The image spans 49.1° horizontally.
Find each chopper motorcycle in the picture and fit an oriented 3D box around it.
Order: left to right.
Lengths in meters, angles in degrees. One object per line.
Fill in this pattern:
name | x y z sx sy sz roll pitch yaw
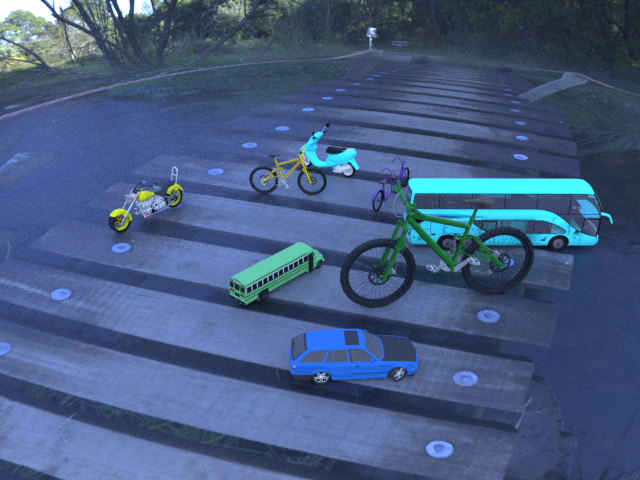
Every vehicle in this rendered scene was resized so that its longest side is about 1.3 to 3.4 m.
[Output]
chopper motorcycle | -3.032 -0.710 12.223 0.466 0.761 1.563 21 35 34

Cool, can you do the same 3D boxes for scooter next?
scooter | 0.154 -1.788 14.023 1.399 0.919 0.662 16 33 27

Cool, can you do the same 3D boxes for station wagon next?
station wagon | 0.421 1.396 8.682 1.597 0.473 0.682 -2 29 -3

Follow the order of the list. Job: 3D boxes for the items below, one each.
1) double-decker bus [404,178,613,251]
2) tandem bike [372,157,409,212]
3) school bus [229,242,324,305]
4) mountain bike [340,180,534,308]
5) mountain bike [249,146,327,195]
double-decker bus | 3.014 -0.440 11.427 3.251 1.052 0.756 0 29 0
tandem bike | 1.327 -1.073 12.966 0.283 0.682 1.642 15 32 26
school bus | -0.604 0.451 10.445 0.365 0.434 1.708 24 37 36
mountain bike | 1.679 0.119 9.748 2.857 1.688 1.114 -5 29 -10
mountain bike | -0.603 -1.250 13.096 1.469 0.868 0.573 2 29 4
